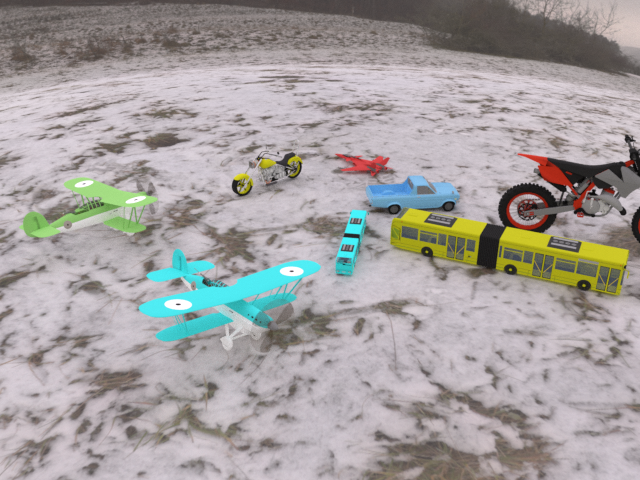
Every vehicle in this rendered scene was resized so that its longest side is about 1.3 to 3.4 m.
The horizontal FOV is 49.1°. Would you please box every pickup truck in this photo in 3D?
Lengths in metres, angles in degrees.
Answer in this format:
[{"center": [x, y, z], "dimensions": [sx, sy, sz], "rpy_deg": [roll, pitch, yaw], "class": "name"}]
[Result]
[{"center": [1.611, -0.817, 12.169], "dimensions": [1.603, 0.511, 0.640], "rpy_deg": [-3, 27, -6], "class": "pickup truck"}]

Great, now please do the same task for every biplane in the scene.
[{"center": [-1.202, 0.691, 8.729], "dimensions": [2.598, 0.981, 2.120], "rpy_deg": [-24, 36, -39], "class": "biplane"}, {"center": [-3.553, -0.418, 10.881], "dimensions": [2.120, 0.981, 2.598], "rpy_deg": [-23, 35, -38], "class": "biplane"}]

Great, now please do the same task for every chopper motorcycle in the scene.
[{"center": [-0.958, -1.337, 12.906], "dimensions": [1.563, 0.761, 0.466], "rpy_deg": [-21, 34, -35], "class": "chopper motorcycle"}]

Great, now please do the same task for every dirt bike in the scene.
[{"center": [4.249, -0.696, 10.673], "dimensions": [2.903, 1.666, 1.024], "rpy_deg": [7, 28, 14], "class": "dirt bike"}]

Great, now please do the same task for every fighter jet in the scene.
[{"center": [0.767, -1.628, 13.987], "dimensions": [1.147, 0.286, 1.358], "rpy_deg": [-23, 35, -37], "class": "fighter jet"}]

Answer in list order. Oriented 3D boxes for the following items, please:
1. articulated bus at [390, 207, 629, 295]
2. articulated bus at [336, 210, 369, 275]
[{"center": [2.710, 0.129, 10.277], "dimensions": [3.401, 0.561, 0.605], "rpy_deg": [12, 30, 23], "class": "articulated bus"}, {"center": [0.499, 0.006, 10.814], "dimensions": [0.311, 0.289, 1.749], "rpy_deg": [5, 28, 9], "class": "articulated bus"}]
